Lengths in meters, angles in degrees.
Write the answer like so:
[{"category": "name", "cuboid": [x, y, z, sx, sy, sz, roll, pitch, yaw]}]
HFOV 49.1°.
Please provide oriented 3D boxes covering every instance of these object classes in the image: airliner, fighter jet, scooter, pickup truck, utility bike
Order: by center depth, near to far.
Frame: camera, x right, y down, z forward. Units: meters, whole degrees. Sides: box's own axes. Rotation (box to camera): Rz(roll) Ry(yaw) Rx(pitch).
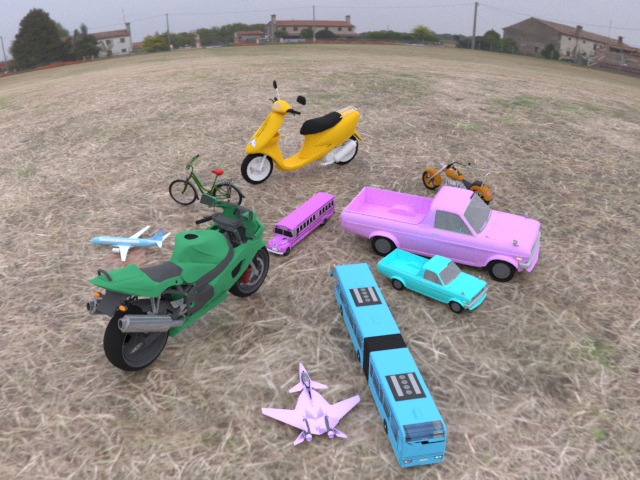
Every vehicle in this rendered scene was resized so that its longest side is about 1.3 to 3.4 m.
[{"category": "fighter jet", "cuboid": [-0.120, 1.789, 8.161, 1.147, 0.286, 1.358, -5, 30, -10]}, {"category": "pickup truck", "cuboid": [1.624, 0.518, 10.204, 1.603, 0.511, 0.640, 21, 35, 32]}, {"category": "pickup truck", "cuboid": [1.913, -0.275, 11.129, 3.117, 0.993, 1.244, 12, 31, 21]}, {"category": "airliner", "cuboid": [-3.111, -0.049, 11.302, 1.307, 0.429, 1.161, 4, 29, 7]}, {"category": "utility bike", "cuboid": [-2.045, -0.970, 12.419, 1.435, 0.946, 0.535, 6, 30, 10]}, {"category": "scooter", "cuboid": [-0.318, -2.126, 13.626, 2.721, 1.786, 1.288, -15, 33, -25]}]

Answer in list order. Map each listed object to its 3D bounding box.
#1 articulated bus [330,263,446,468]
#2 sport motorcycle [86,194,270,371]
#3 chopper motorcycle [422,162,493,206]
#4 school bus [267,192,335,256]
[{"category": "articulated bus", "cuboid": [0.754, 1.353, 8.659, 0.605, 0.561, 3.401, -5, 30, -10]}, {"category": "sport motorcycle", "cuboid": [-1.672, 0.496, 9.131, 0.983, 1.596, 2.955, 20, 35, 32]}, {"category": "chopper motorcycle", "cuboid": [2.501, -1.101, 12.843, 0.466, 0.761, 1.563, -22, 36, -34]}, {"category": "school bus", "cuboid": [-0.307, -0.280, 11.710, 0.365, 0.434, 1.708, 16, 33, 26]}]
